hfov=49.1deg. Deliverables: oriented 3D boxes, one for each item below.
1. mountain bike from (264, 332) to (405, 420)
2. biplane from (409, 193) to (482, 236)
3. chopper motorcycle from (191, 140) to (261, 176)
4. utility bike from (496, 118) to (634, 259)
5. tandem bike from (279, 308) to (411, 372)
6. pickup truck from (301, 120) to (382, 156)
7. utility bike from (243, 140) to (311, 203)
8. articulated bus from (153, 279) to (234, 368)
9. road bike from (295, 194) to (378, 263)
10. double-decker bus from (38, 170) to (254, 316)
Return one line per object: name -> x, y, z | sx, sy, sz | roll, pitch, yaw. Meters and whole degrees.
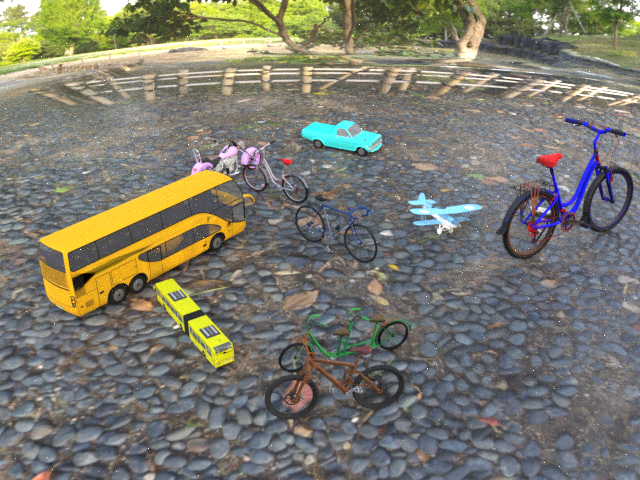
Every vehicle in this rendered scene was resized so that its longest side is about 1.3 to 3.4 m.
mountain bike -> 0.161, 1.430, 7.146 | 1.469, 0.868, 0.573 | -5, 29, -9
biplane -> 1.870, -0.418, 10.944 | 1.336, 0.504, 1.090 | -14, 32, -25
chopper motorcycle -> -1.675, -1.477, 12.632 | 0.466, 0.761, 1.563 | 23, 36, 36
utility bike -> 3.620, -0.793, 10.235 | 2.791, 1.839, 1.039 | -15, 32, -26
tandem bike -> 0.310, 1.095, 7.962 | 1.642, 0.682, 0.283 | -10, 30, -18
pickup truck -> 0.437, -2.109, 14.064 | 1.603, 0.511, 0.640 | 14, 31, 24
utility bike -> -0.778, -1.119, 11.777 | 1.435, 0.946, 0.535 | 17, 33, 29
articulated bus -> -1.566, 0.981, 8.585 | 0.311, 0.289, 1.749 | -18, 33, -29
road bike -> 0.214, -0.207, 10.190 | 1.545, 0.852, 0.358 | 22, 35, 35
double-decker bus -> -2.286, -0.078, 9.740 | 0.756, 1.052, 3.251 | 20, 34, 33
